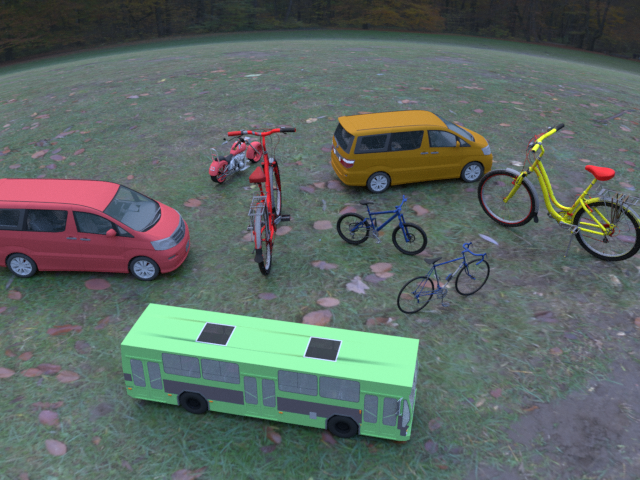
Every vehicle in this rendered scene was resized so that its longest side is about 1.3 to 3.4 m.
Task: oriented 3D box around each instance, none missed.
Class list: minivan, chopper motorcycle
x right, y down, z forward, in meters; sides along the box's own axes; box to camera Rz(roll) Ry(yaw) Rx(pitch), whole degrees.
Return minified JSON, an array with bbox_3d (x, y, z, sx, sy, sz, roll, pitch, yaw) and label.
[{"bbox_3d":[-3.504,-0.213,10.484,3.011,1.197,1.324,1,31,2],"label":"minivan"},{"bbox_3d":[-1.573,-1.622,13.254,0.466,0.761,1.563,16,35,25],"label":"chopper motorcycle"},{"bbox_3d":[1.744,-1.735,13.020,3.011,1.197,1.324,-7,32,-12],"label":"minivan"}]

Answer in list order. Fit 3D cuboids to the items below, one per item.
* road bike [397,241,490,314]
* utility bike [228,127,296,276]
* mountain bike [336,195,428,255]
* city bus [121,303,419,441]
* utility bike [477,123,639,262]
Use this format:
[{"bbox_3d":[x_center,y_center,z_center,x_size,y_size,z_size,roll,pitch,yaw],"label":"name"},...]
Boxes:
[{"bbox_3d":[1.720,0.526,9.587,1.545,0.852,0.358,-15,34,-23],"label":"road bike"},{"bbox_3d":[-0.898,-0.735,10.730,1.039,1.839,2.791,1,31,2],"label":"utility bike"},{"bbox_3d":[0.950,-0.229,10.829,1.469,0.868,0.573,11,33,18],"label":"mountain bike"},{"bbox_3d":[-0.549,1.498,7.927,3.255,0.894,0.926,6,32,10],"label":"city bus"},{"bbox_3d":[3.648,-0.685,10.646,2.791,1.839,1.039,23,38,33],"label":"utility bike"}]
